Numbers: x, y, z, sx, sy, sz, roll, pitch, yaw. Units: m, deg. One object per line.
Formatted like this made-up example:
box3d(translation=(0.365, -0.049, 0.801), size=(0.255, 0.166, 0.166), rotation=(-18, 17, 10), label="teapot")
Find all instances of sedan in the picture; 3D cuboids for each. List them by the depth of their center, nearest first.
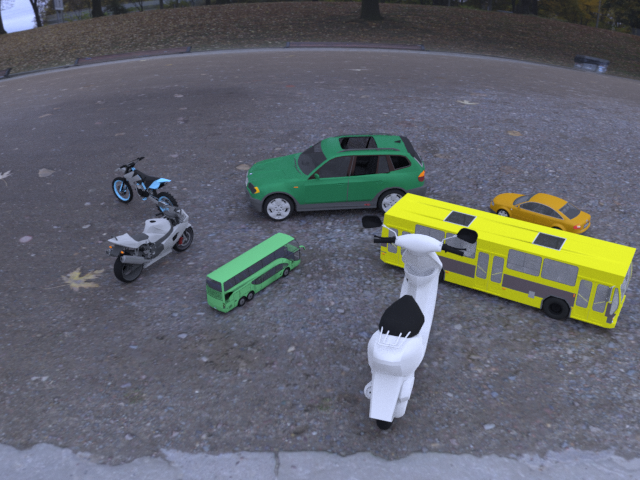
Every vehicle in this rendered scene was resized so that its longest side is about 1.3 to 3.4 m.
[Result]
box3d(translation=(3.530, -0.481, 11.282), size=(1.613, 0.483, 0.635), rotation=(23, 37, 34), label="sedan")

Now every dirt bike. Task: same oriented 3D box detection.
box3d(translation=(-2.939, -0.873, 11.592), size=(1.493, 0.857, 0.527), rotation=(18, 34, 28), label="dirt bike")

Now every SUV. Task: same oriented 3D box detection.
box3d(translation=(0.263, -1.122, 11.755), size=(3.058, 1.128, 1.276), rotation=(-3, 30, -5), label="SUV")

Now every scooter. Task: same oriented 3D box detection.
box3d(translation=(0.994, 0.731, 7.838), size=(1.288, 1.786, 2.721), rotation=(9, 31, 15), label="scooter")

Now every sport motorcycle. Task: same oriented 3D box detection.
box3d(translation=(-2.393, 0.014, 10.071), size=(0.506, 0.821, 1.520), rotation=(19, 35, 30), label="sport motorcycle")

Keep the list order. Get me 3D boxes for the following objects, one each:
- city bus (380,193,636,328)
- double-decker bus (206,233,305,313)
box3d(translation=(2.467, 0.252, 9.579), size=(3.255, 0.894, 0.926), rotation=(16, 34, 26), label="city bus")
box3d(translation=(-0.873, 0.408, 9.662), size=(0.389, 0.541, 1.672), rotation=(21, 36, 32), label="double-decker bus")
